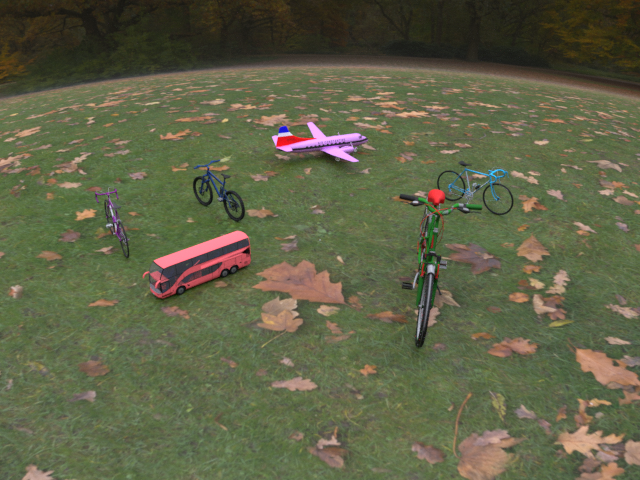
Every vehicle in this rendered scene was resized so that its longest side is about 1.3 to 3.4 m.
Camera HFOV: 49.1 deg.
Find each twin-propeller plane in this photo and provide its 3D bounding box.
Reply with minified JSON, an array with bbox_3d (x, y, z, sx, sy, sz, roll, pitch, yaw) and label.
[{"bbox_3d":[0.068,-2.157,14.973,2.129,0.792,2.663,-10,29,-19],"label":"twin-propeller plane"}]

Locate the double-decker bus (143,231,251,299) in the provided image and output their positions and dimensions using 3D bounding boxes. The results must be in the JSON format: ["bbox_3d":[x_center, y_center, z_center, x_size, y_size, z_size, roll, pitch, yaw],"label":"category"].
[{"bbox_3d":[-1.792,0.367,10.425,1.672,0.541,0.389,-22,34,-35],"label":"double-decker bus"}]

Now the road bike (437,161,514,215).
[{"bbox_3d":[2.798,-0.979,12.660,1.545,0.852,0.358,21,34,34],"label":"road bike"}]

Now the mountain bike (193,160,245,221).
[{"bbox_3d":[-1.823,-0.886,12.464,0.573,0.868,1.469,-25,36,-38],"label":"mountain bike"}]

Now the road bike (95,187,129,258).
[{"bbox_3d":[-3.331,-0.311,11.384,0.358,0.852,1.545,-14,31,-24],"label":"road bike"}]

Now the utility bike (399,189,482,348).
[{"bbox_3d":[1.570,0.114,9.509,1.039,1.839,2.791,4,28,8],"label":"utility bike"}]
